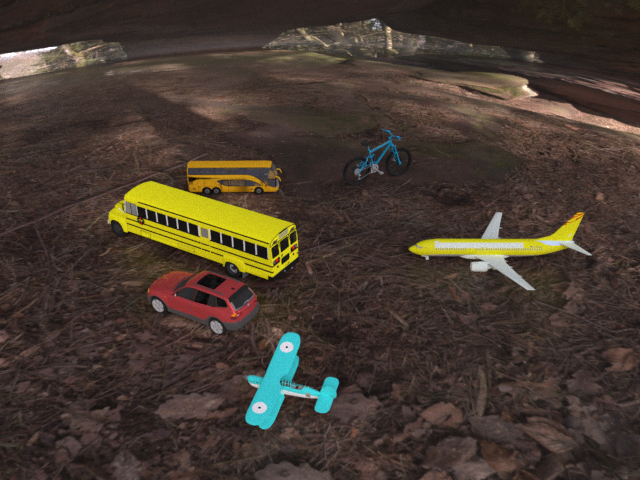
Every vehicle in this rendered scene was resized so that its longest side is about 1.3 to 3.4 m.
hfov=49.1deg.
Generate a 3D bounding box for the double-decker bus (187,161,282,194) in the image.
[{"bbox_3d":[-1.528,-1.129,12.530,1.672,0.541,0.389,0,30,-1],"label":"double-decker bus"}]

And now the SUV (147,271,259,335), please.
[{"bbox_3d":[-1.564,0.724,9.262,1.572,0.580,0.656,16,33,25],"label":"SUV"}]

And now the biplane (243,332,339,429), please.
[{"bbox_3d":[-0.347,1.645,7.735,1.090,0.504,1.336,9,31,15],"label":"biplane"}]

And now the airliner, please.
[{"bbox_3d":[2.601,-0.051,10.357,2.541,0.835,2.257,1,30,1],"label":"airliner"}]

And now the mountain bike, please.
[{"bbox_3d":[1.070,-1.490,12.831,1.469,0.868,0.573,-15,33,-24],"label":"mountain bike"}]

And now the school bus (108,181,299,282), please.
[{"bbox_3d":[-1.888,-0.201,10.609,3.322,0.844,0.709,17,34,27],"label":"school bus"}]
